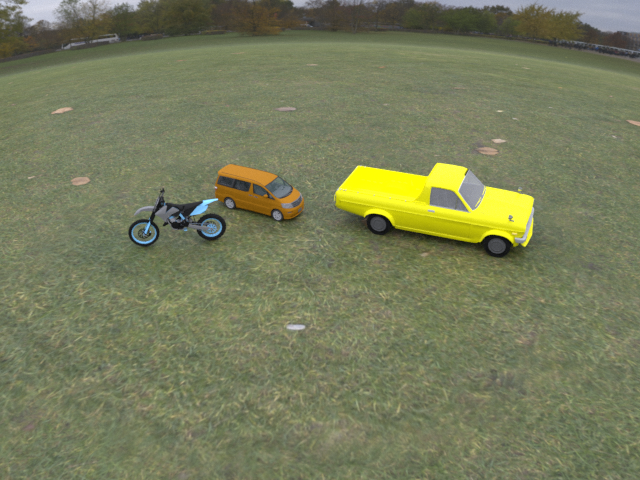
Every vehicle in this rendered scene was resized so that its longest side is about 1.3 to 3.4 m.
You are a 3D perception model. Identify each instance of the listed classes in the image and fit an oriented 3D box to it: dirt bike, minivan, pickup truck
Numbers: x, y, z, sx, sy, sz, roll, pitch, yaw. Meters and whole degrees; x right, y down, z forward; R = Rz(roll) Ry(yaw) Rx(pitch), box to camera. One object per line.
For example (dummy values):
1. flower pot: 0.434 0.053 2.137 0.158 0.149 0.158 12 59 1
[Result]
1. dirt bike: -2.202 -0.320 10.752 1.493 0.857 0.527 -6 31 -10
2. minivan: -1.020 -0.819 11.850 1.548 0.616 0.681 15 33 23
3. pickup truck: 1.832 -0.640 11.168 3.117 0.993 1.244 11 32 19
